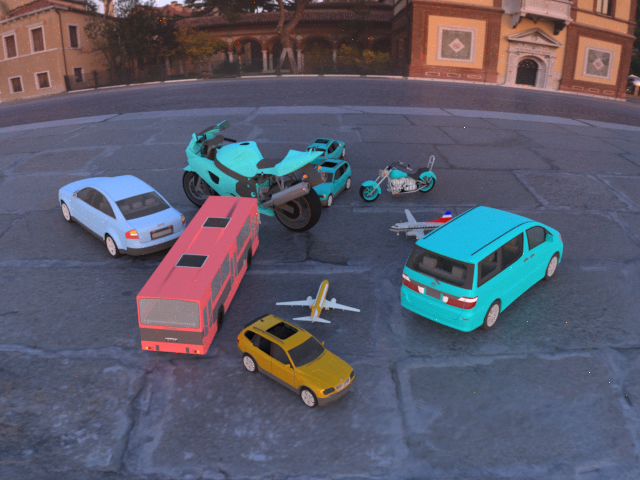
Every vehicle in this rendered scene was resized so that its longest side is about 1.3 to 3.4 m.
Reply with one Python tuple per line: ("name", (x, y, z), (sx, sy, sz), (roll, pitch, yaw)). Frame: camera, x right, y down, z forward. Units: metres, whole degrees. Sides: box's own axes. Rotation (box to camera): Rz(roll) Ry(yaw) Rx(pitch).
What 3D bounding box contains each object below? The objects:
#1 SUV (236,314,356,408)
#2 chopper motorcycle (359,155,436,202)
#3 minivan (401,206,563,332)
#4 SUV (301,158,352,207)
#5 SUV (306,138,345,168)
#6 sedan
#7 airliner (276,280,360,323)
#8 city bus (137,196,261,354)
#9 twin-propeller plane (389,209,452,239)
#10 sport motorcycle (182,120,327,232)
("SUV", (-0.306, 1.369, 8.247), (1.572, 0.580, 0.656), (21, 33, 37))
("chopper motorcycle", (1.495, -1.168, 13.299), (1.563, 0.761, 0.466), (-9, 27, -17))
("minivan", (2.411, 0.208, 9.945), (1.324, 1.197, 3.011), (21, 33, 36))
("SUV", (0.100, -1.130, 13.427), (0.656, 0.580, 1.572), (10, 28, 21))
("SUV", (0.094, -1.912, 15.051), (0.656, 0.580, 1.572), (7, 27, 14))
("sedan", (-3.448, -0.596, 11.909), (1.235, 0.940, 3.137), (-21, 33, -36))
("airliner", (-0.008, 0.771, 9.662), (1.161, 0.429, 1.307), (4, 26, 8))
("city bus", (-1.587, 0.403, 9.889), (0.926, 0.894, 3.255), (3, 26, 7))
("twin-propeller plane", (1.715, -0.282, 11.870), (1.095, 0.407, 1.370), (-3, 26, -6))
("sport motorcycle", (-1.236, -1.095, 12.186), (2.955, 1.596, 0.983), (14, 29, 26))
